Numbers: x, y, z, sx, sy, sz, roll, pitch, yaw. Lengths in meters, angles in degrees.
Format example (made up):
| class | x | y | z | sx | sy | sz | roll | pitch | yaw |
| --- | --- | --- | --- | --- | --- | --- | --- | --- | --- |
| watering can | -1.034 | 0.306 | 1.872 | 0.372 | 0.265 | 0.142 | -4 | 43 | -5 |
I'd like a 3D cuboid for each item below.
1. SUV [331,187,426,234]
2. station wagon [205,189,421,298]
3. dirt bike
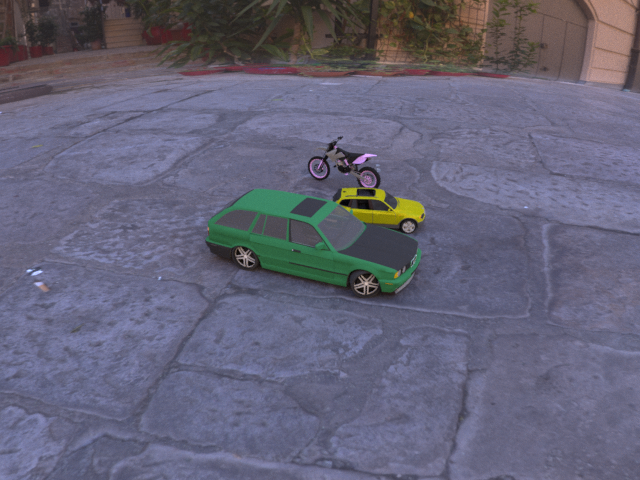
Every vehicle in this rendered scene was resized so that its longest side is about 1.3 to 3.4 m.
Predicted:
| class | x | y | z | sx | sy | sz | roll | pitch | yaw |
| --- | --- | --- | --- | --- | --- | --- | --- | --- | --- |
| SUV | 0.922 | -0.513 | 11.321 | 1.572 | 0.580 | 0.656 | 2 | 28 | 4 |
| station wagon | -0.092 | -0.055 | 10.071 | 3.105 | 0.920 | 1.327 | 12 | 30 | 22 |
| dirt bike | 0.422 | -1.382 | 12.694 | 1.493 | 0.857 | 0.527 | 15 | 31 | 26 |
